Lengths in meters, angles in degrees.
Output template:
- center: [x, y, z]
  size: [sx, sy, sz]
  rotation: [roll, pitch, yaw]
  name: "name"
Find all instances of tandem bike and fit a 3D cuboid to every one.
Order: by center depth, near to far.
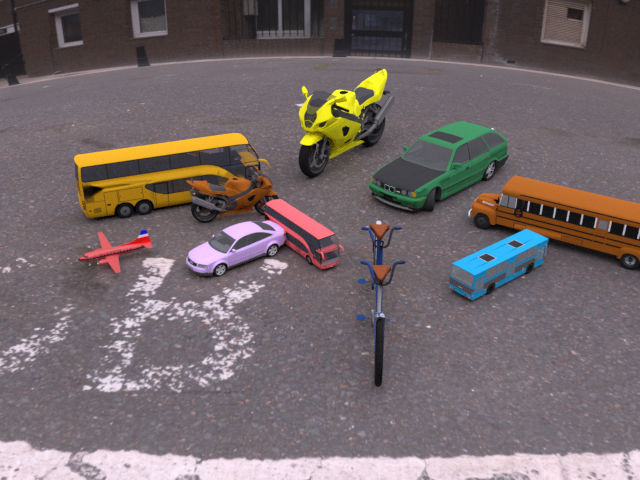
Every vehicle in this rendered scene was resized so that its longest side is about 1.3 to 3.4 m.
- center: [0.755, 0.469, 8.900]
  size: [0.550, 1.326, 3.192]
  rotation: [2, 29, 3]
  name: "tandem bike"

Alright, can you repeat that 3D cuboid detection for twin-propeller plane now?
- center: [-3.079, 0.124, 10.498]
  size: [1.095, 0.407, 1.370]
  rotation: [-13, 31, -23]
  name: "twin-propeller plane"

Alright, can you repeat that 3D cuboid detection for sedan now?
- center: [-1.252, 0.066, 10.525]
  size: [1.613, 0.483, 0.635]
  rotation: [-21, 35, -33]
  name: "sedan"

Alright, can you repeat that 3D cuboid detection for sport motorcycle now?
- center: [-1.427, -0.731, 11.638]
  size: [1.520, 0.821, 0.506]
  rotation: [-7, 29, -13]
  name: "sport motorcycle"
- center: [0.497, -2.348, 13.801]
  size: [0.983, 1.596, 2.955]
  rotation: [18, 34, 30]
  name: "sport motorcycle"

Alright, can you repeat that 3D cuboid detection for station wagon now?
- center: [2.227, -1.448, 12.852]
  size: [1.327, 0.920, 3.105]
  rotation: [25, 37, 37]
  name: "station wagon"

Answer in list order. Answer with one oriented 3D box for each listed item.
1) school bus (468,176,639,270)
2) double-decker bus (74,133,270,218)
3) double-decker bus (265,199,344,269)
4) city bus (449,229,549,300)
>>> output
- center: [3.953, -0.311, 10.841]
  size: [3.322, 0.844, 0.709]
  rotation: [18, 33, 29]
  name: "school bus"
- center: [-2.526, -1.145, 12.157]
  size: [3.251, 1.052, 0.756]
  rotation: [-11, 31, -20]
  name: "double-decker bus"
- center: [-0.286, -0.090, 10.752]
  size: [0.389, 0.541, 1.672]
  rotation: [-19, 34, -31]
  name: "double-decker bus"
- center: [2.576, 0.352, 10.023]
  size: [1.674, 0.460, 0.476]
  rotation: [-21, 35, -33]
  name: "city bus"
